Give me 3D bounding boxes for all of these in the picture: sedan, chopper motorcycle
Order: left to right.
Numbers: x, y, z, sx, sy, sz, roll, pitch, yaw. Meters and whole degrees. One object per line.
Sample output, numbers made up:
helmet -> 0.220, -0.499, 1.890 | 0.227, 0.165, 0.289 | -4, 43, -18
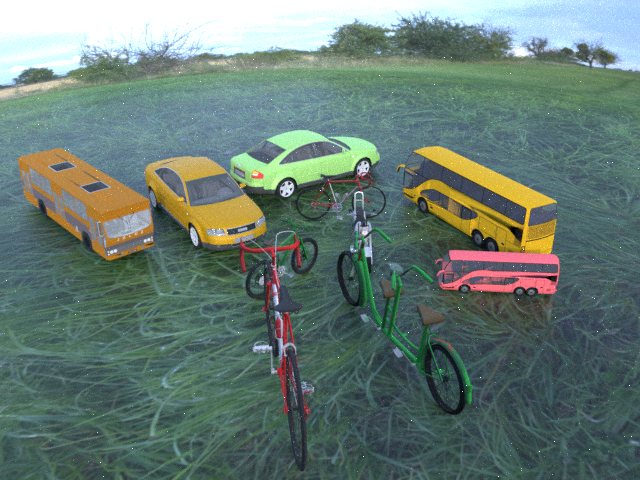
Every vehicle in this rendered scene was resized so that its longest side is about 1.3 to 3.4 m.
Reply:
sedan -> -1.995, -0.777, 11.853 | 1.235, 0.940, 3.137 | -16, 31, -28
sedan -> -0.226, -1.608, 13.510 | 3.137, 0.940, 1.235 | -18, 32, -31
chopper motorcycle -> 0.650, -0.125, 10.752 | 0.466, 0.761, 1.563 | -1, 27, -2

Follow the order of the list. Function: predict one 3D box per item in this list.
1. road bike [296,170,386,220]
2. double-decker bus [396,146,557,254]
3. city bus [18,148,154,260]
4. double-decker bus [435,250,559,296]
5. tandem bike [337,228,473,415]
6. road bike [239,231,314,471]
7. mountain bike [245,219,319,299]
road bike -> 0.361, -0.746, 11.891 | 1.545, 0.852, 0.358 | -2, 27, -3
double-decker bus -> 2.480, -0.679, 11.534 | 0.756, 1.052, 3.251 | -14, 30, -25
city bus -> -3.941, -0.635, 11.621 | 0.926, 0.894, 3.255 | -22, 34, -37
double-decker bus -> 2.475, 0.455, 9.842 | 1.672, 0.541, 0.389 | 2, 27, 5
tandem bike -> 0.886, 0.780, 8.319 | 0.550, 1.326, 3.192 | -11, 29, -21
road bike -> -0.413, 1.011, 7.488 | 0.696, 1.656, 3.004 | -5, 27, -10
mountain bike -> -0.516, 0.253, 9.879 | 0.573, 0.868, 1.469 | 21, 33, 35
